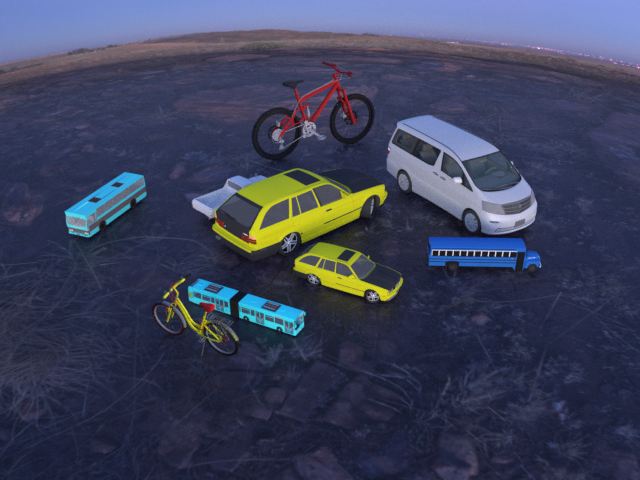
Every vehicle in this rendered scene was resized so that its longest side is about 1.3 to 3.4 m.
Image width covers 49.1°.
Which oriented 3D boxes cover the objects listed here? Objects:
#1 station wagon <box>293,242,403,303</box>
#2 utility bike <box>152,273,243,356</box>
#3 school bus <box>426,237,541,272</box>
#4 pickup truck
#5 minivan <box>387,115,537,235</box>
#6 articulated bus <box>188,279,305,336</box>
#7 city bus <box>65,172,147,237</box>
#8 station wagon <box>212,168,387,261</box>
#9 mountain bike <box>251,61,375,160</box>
[{"bbox_3d":[0.414,0.429,10.188,1.597,0.473,0.682,15,33,24],"label":"station wagon"},{"bbox_3d":[-1.603,0.982,8.753,1.435,0.946,0.535,16,33,25],"label":"utility bike"},{"bbox_3d":[2.489,0.207,10.614,1.708,0.434,0.365,1,30,2],"label":"school bus"},{"bbox_3d":[-1.444,-0.802,12.290,1.603,0.511,0.640,-26,39,-37],"label":"pickup truck"},{"bbox_3d":[2.447,-1.184,12.267,1.324,1.197,3.011,-17,34,-27],"label":"minivan"},{"bbox_3d":[-1.018,0.905,9.546,1.749,0.289,0.311,15,33,24],"label":"articulated bus"},{"bbox_3d":[-3.635,-0.610,12.008,0.476,0.460,1.674,11,32,18],"label":"city bus"},{"bbox_3d":[-0.242,-0.653,11.621,3.105,0.920,1.327,-24,38,-36],"label":"station wagon"},{"bbox_3d":[-0.089,-2.592,14.223,2.857,1.688,1.114,-16,33,-25],"label":"mountain bike"}]
